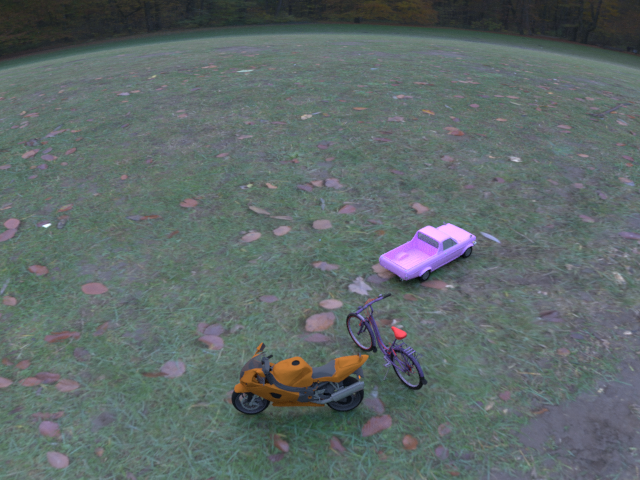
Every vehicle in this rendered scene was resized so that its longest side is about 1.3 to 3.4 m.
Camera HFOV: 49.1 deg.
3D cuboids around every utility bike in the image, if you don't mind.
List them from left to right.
[{"bbox_3d":[0.731,1.185,8.294,0.535,0.946,1.435,-22,38,-31],"label":"utility bike"}]

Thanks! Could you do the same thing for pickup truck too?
[{"bbox_3d":[1.626,0.132,10.423,1.603,0.511,0.640,-24,39,-34],"label":"pickup truck"}]

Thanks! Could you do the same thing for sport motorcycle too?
[{"bbox_3d":[-0.230,1.591,7.753,1.520,0.821,0.506,-2,32,-3],"label":"sport motorcycle"}]
